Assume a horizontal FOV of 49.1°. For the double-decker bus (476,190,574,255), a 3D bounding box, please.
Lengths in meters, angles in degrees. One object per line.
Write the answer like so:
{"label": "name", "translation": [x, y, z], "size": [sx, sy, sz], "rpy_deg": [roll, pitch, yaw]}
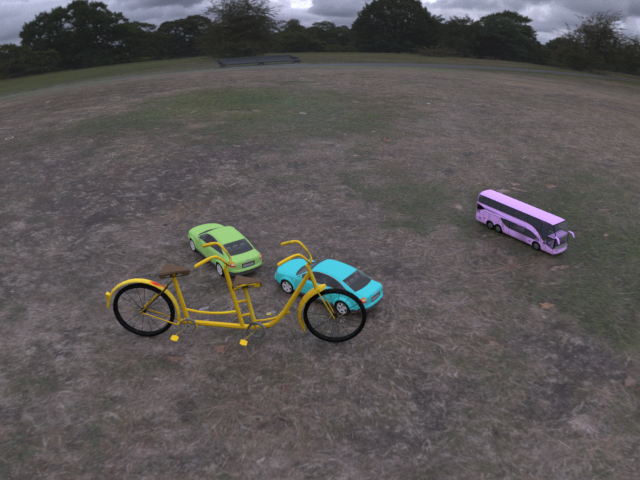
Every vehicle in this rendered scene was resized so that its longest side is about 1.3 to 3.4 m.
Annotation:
{"label": "double-decker bus", "translation": [3.210, -0.286, 11.119], "size": [0.389, 0.541, 1.672], "rpy_deg": [-19, 32, -32]}

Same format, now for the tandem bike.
{"label": "tandem bike", "translation": [-1.029, 0.646, 8.426], "size": [3.192, 1.326, 0.550], "rpy_deg": [2, 27, 3]}

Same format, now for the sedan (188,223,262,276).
{"label": "sedan", "translation": [-1.457, 0.059, 10.506], "size": [0.635, 0.483, 1.613], "rpy_deg": [-17, 32, -30]}

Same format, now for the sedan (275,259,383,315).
{"label": "sedan", "translation": [0.093, 0.542, 9.557], "size": [1.613, 0.483, 0.635], "rpy_deg": [18, 32, 31]}
